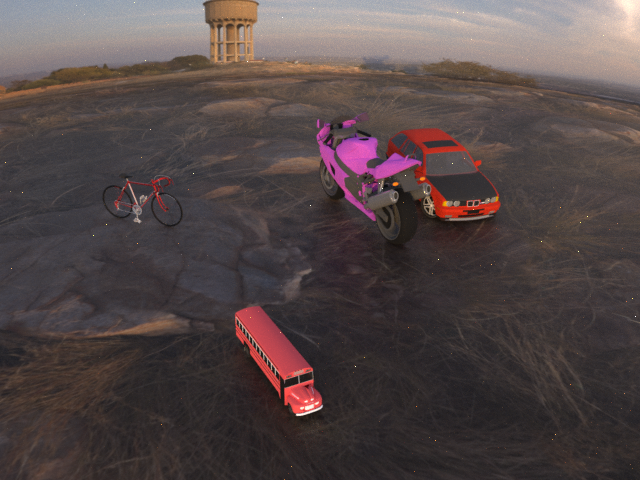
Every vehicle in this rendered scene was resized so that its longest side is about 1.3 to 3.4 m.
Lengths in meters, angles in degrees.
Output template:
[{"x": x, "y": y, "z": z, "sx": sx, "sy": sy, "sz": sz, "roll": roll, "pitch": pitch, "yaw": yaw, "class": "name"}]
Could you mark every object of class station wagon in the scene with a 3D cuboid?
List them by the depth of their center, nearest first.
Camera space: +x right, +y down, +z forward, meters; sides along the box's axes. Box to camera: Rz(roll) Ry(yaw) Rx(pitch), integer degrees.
[{"x": 2.172, "y": -1.293, "z": 12.707, "sx": 1.327, "sy": 0.920, "sz": 3.105, "roll": -6, "pitch": 27, "yaw": -11, "class": "station wagon"}]

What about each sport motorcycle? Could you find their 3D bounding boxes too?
[{"x": 0.732, "y": -1.066, "z": 11.468, "sx": 0.983, "sy": 1.596, "sz": 2.955, "roll": -13, "pitch": 29, "yaw": -24, "class": "sport motorcycle"}]

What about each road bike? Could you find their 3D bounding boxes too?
[{"x": -2.946, "y": -0.681, "z": 11.528, "sx": 1.545, "sy": 0.852, "sz": 0.358, "roll": 9, "pitch": 27, "yaw": 18, "class": "road bike"}]

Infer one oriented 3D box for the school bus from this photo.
[{"x": -0.485, "y": 1.333, "z": 7.865, "sx": 0.365, "sy": 0.434, "sz": 1.708, "roll": -13, "pitch": 29, "yaw": -24, "class": "school bus"}]
